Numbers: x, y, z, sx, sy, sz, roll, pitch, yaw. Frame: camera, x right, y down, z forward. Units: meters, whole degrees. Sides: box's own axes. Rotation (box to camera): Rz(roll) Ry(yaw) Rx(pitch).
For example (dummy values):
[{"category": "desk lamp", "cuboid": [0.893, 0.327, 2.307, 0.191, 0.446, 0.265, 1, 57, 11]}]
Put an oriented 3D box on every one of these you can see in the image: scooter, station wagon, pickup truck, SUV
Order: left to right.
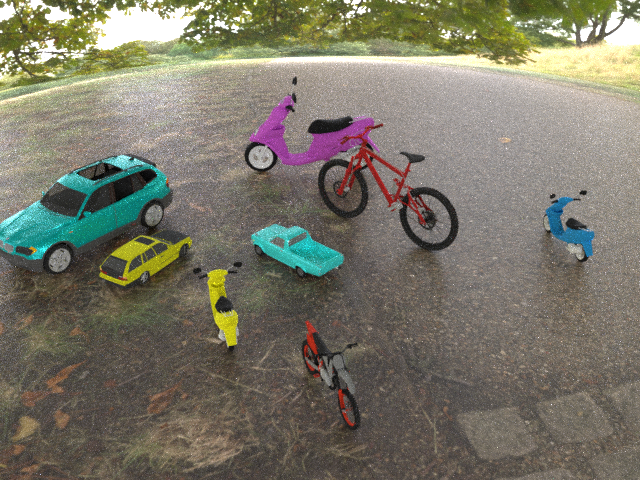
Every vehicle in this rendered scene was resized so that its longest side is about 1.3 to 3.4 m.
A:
[{"category": "SUV", "cuboid": [-3.871, -0.533, 11.601, 1.276, 1.128, 3.058, 21, 35, 32]}, {"category": "station wagon", "cuboid": [-2.696, 0.198, 10.973, 0.682, 0.473, 1.597, 16, 33, 26]}, {"category": "scooter", "cuboid": [-1.322, 0.811, 9.437, 0.662, 0.919, 1.399, -8, 31, -14]}, {"category": "pickup truck", "cuboid": [-0.383, 0.116, 11.081, 1.603, 0.511, 0.640, 25, 38, 37]}, {"category": "scooter", "cuboid": [-0.166, -2.192, 13.868, 2.721, 1.786, 1.288, -1, 29, -1]}, {"category": "scooter", "cuboid": [4.053, -0.295, 11.393, 0.662, 0.919, 1.399, -7, 30, -12]}]

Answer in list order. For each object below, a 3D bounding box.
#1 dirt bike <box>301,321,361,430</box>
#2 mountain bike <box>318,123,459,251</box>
[{"category": "dirt bike", "cuboid": [0.117, 1.524, 8.239, 0.527, 0.857, 1.493, -13, 32, -22]}, {"category": "mountain bike", "cuboid": [1.075, -0.881, 11.649, 2.857, 1.688, 1.114, 23, 37, 34]}]
